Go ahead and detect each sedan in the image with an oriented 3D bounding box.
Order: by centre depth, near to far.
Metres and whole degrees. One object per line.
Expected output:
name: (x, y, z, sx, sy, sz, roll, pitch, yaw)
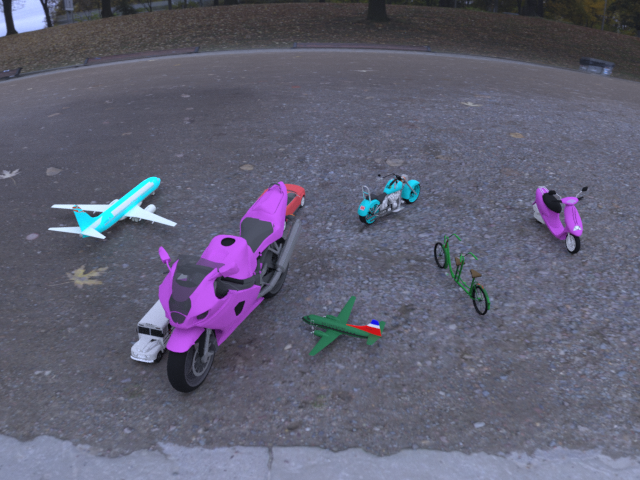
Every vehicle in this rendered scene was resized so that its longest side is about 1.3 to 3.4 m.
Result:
sedan: (-0.720, -0.609, 11.681, 0.635, 0.483, 1.613, 10, 31, 16)

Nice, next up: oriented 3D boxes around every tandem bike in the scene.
tandem bike: (1.952, 0.404, 9.713, 0.283, 0.682, 1.642, -9, 31, -15)

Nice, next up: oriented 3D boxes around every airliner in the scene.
airliner: (-3.274, -0.698, 11.483, 2.257, 0.835, 2.541, 9, 31, 15)

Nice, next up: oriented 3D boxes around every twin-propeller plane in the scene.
twin-propeller plane: (0.262, 1.062, 8.840, 1.095, 0.407, 1.370, 13, 32, 21)

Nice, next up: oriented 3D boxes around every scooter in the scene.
scooter: (3.741, -0.462, 10.987, 0.662, 0.919, 1.399, -7, 30, -11)

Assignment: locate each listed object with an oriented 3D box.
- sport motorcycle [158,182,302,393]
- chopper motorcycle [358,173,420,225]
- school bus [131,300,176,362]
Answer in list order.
sport motorcycle: (-1.063, 0.501, 8.622, 0.983, 1.596, 2.955, 11, 32, 19)
chopper motorcycle: (1.188, -0.781, 11.702, 0.466, 0.761, 1.563, 25, 38, 36)
school bus: (-1.900, 0.930, 9.043, 0.365, 0.434, 1.708, 9, 31, 15)
